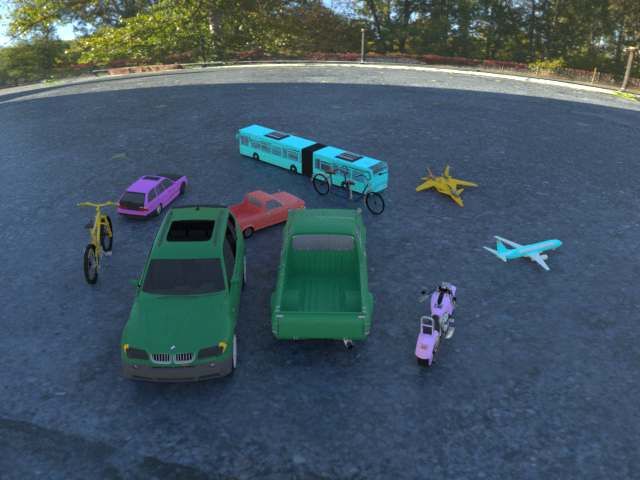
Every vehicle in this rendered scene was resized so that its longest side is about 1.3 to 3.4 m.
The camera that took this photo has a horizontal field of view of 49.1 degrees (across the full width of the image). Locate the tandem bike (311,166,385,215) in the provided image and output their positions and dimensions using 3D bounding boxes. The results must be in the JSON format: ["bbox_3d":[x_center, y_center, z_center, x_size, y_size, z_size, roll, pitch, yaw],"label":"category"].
[{"bbox_3d":[0.455,-0.922,11.891,1.642,0.682,0.283,23,35,37],"label":"tandem bike"}]

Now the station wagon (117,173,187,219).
[{"bbox_3d":[-2.841,-0.854,11.985,0.682,0.473,1.597,7,28,14],"label":"station wagon"}]

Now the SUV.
[{"bbox_3d":[-1.588,0.520,8.588,1.276,1.128,3.058,-1,27,-2],"label":"SUV"}]

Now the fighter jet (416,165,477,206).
[{"bbox_3d":[2.285,-0.951,12.379,1.147,0.286,1.358,-5,28,-10],"label":"fighter jet"}]

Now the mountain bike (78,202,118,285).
[{"bbox_3d":[-3.145,-0.014,9.915,0.573,0.868,1.469,-1,27,-2],"label":"mountain bike"}]

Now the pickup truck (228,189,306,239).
[{"bbox_3d":[-1.003,-0.469,11.193,1.603,0.511,0.640,-21,34,-34],"label":"pickup truck"}]

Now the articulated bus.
[{"bbox_3d":[-0.227,-1.558,13.262,3.401,0.561,0.605,22,34,36],"label":"articulated bus"}]

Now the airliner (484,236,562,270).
[{"bbox_3d":[3.062,0.065,10.242,1.307,0.429,1.161,-13,30,-23],"label":"airliner"}]

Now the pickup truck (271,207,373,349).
[{"bbox_3d":[0.041,0.289,9.187,1.244,0.993,3.117,1,27,1],"label":"pickup truck"}]

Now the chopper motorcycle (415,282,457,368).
[{"bbox_3d":[1.412,0.869,8.310,0.466,0.761,1.563,10,29,19],"label":"chopper motorcycle"}]
